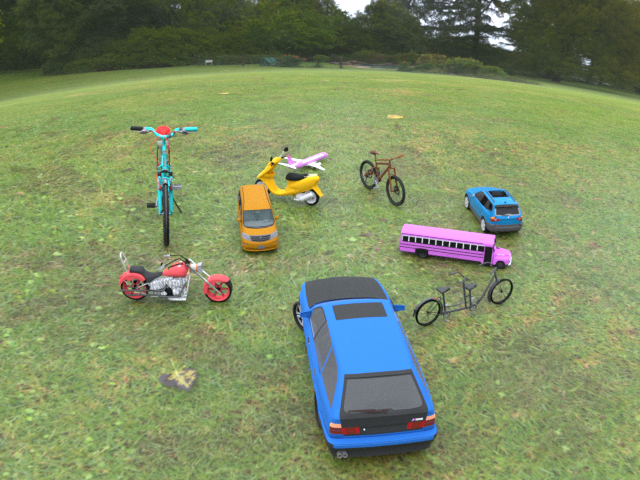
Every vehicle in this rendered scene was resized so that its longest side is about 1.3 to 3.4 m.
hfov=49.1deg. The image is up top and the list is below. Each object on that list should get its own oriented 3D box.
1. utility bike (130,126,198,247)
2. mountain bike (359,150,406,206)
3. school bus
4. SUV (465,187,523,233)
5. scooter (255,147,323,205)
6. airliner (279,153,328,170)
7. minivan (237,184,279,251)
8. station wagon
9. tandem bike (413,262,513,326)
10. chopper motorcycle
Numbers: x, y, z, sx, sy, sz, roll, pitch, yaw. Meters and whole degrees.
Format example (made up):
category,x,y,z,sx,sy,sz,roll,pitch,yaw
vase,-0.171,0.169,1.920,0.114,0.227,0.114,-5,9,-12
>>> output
category,x,y,z,sx,sy,sz,roll,pitch,yaw
utility bike,-2.544,-1.160,11.780,1.039,1.839,2.791,-6,27,-11
mountain bike,1.143,-1.207,12.953,0.573,0.868,1.469,-14,30,-26
school bus,2.104,0.089,10.860,1.708,0.434,0.365,8,28,15
SUV,2.995,-0.617,12.100,0.656,0.580,1.572,-3,27,-5
scooter,-0.593,-1.143,12.770,1.399,0.919,0.662,12,29,23
airliner,-0.254,-1.712,14.444,1.161,0.429,1.307,21,33,35
minivan,-1.046,-0.374,11.578,0.681,0.616,1.548,-4,27,-8
station wagon,0.439,1.168,8.175,1.327,0.920,3.105,-3,27,-6
tandem bike,1.943,0.709,9.353,1.642,0.682,0.283,-12,29,-23
chopper motorcycle,-2.004,0.509,9.662,1.563,0.761,0.466,0,27,0
